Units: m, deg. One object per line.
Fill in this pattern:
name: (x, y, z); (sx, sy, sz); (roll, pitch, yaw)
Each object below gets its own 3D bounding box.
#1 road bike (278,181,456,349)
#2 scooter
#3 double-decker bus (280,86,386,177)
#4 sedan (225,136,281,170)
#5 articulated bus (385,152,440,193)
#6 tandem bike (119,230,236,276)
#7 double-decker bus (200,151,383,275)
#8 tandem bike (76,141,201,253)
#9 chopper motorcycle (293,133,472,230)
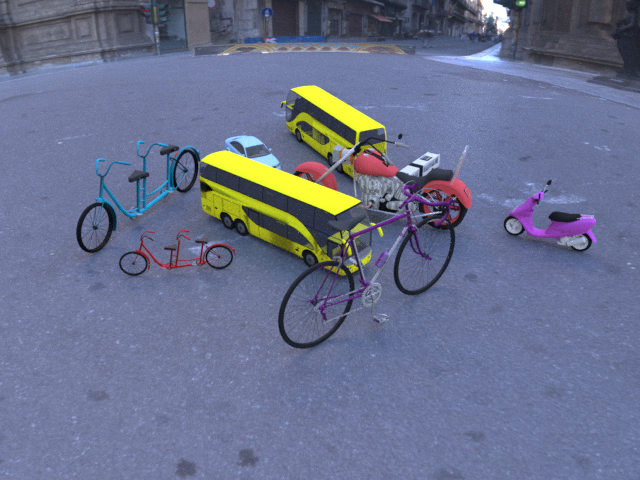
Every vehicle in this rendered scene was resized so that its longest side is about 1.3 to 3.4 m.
road bike: (0.691, 0.280, 8.741); (3.004, 1.656, 0.697); (-22, 36, -33)
scooter: (3.516, -0.356, 10.636); (1.399, 0.919, 0.662); (16, 33, 26)
double-decker bus: (0.216, -2.205, 13.815); (0.756, 1.052, 3.251); (-14, 32, -23)
sedan: (-1.304, -1.658, 13.418); (0.635, 0.483, 1.613); (-16, 33, -26)
articulated bus: (1.694, -1.214, 12.822); (0.311, 0.289, 1.749); (19, 34, 30)
tandem bike: (-2.029, 0.169, 9.939); (1.642, 0.682, 0.283); (-4, 29, -8)
double-decker bus: (-0.562, -0.444, 10.659); (3.251, 1.052, 0.756); (23, 37, 35)
tandem bike: (-2.844, -0.950, 11.283); (0.550, 1.326, 3.192); (13, 32, 21)
chopper motorcycle: (0.941, -1.015, 11.243); (3.040, 1.480, 0.906); (12, 31, 20)
